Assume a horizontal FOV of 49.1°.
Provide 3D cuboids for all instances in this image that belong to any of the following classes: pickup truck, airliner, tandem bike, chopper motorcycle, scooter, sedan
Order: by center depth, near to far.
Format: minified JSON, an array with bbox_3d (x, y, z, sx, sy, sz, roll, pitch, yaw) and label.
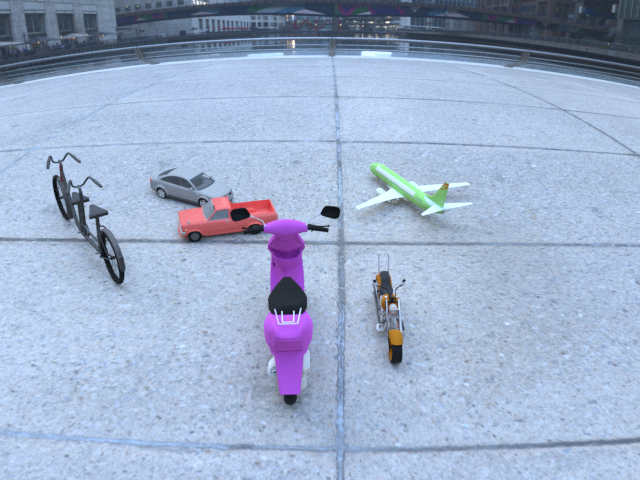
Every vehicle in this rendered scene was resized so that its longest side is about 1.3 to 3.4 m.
[{"bbox_3d":[-0.386,0.552,8.320,1.288,1.786,2.721,-2,29,-3],"label":"scooter"},{"bbox_3d":[0.877,0.836,8.861,0.466,0.761,1.563,-1,29,-2],"label":"chopper motorcycle"},{"bbox_3d":[-3.579,-0.443,10.558,0.550,1.326,3.192,-19,34,-30],"label":"tandem bike"},{"bbox_3d":[-1.499,-0.398,11.310,1.603,0.511,0.640,-8,30,-13],"label":"pickup truck"},{"bbox_3d":[1.500,-1.053,12.143,2.257,0.835,2.541,-13,32,-22],"label":"airliner"},{"bbox_3d":[-2.268,-0.968,12.350,1.613,0.483,0.635,15,33,25],"label":"sedan"}]
